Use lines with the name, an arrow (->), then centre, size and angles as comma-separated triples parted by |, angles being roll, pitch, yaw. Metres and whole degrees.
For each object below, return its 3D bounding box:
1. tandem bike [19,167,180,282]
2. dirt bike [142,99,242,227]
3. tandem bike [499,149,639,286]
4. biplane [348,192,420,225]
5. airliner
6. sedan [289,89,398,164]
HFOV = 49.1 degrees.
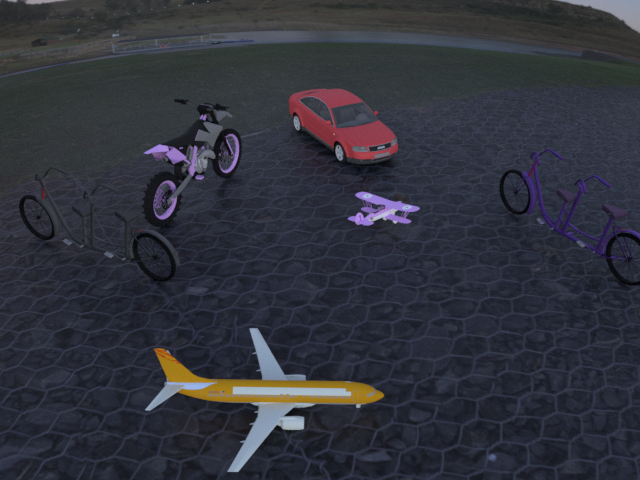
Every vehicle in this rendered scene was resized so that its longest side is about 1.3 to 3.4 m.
tandem bike -> -3.344, -0.272, 10.253 | 3.192, 1.326, 0.550 | 16, 34, 25
dirt bike -> -2.133, -1.448, 11.899 | 1.024, 1.666, 2.903 | 13, 33, 21
tandem bike -> 3.819, -0.479, 10.601 | 0.550, 1.326, 3.192 | -15, 34, -24
biplane -> 0.956, -0.448, 11.353 | 1.090, 0.504, 1.336 | -24, 38, -35
airliner -> -0.554, 1.527, 7.705 | 2.541, 0.835, 2.257 | 0, 31, 0
sedan -> 0.431, -2.465, 14.323 | 1.235, 0.940, 3.137 | -15, 34, -24
